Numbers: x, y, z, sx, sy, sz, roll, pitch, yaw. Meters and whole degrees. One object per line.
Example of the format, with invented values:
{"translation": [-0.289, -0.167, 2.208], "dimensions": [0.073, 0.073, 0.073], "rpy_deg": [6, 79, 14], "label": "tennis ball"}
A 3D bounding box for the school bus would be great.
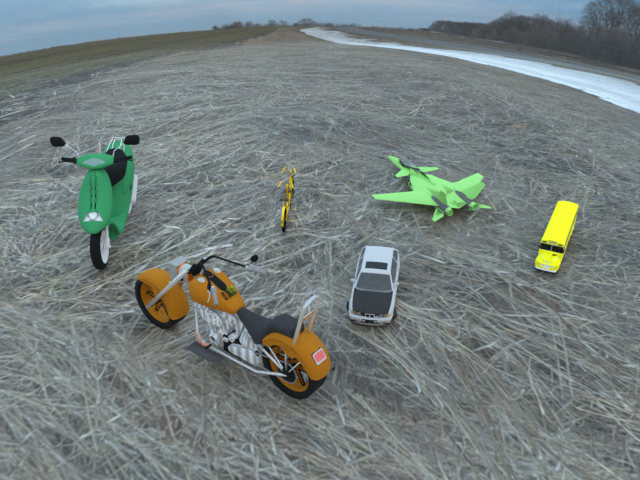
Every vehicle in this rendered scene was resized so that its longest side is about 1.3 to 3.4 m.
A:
{"translation": [3.650, -0.058, 10.768], "dimensions": [0.365, 0.434, 1.708], "rpy_deg": [14, 33, 22], "label": "school bus"}

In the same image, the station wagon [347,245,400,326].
{"translation": [0.766, 0.565, 9.660], "dimensions": [0.682, 0.473, 1.597], "rpy_deg": [5, 31, 8], "label": "station wagon"}

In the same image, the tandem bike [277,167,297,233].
{"translation": [-0.541, -0.734, 11.683], "dimensions": [0.283, 0.682, 1.642], "rpy_deg": [2, 30, 3], "label": "tandem bike"}

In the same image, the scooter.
{"translation": [-3.296, -0.897, 10.865], "dimensions": [1.288, 1.786, 2.721], "rpy_deg": [-2, 30, -3], "label": "scooter"}

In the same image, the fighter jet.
{"translation": [1.860, -1.183, 12.577], "dimensions": [2.229, 0.557, 2.640], "rpy_deg": [-13, 33, -21], "label": "fighter jet"}

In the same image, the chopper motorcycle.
{"translation": [-1.147, 0.802, 8.256], "dimensions": [3.040, 1.480, 0.906], "rpy_deg": [21, 36, 32], "label": "chopper motorcycle"}
